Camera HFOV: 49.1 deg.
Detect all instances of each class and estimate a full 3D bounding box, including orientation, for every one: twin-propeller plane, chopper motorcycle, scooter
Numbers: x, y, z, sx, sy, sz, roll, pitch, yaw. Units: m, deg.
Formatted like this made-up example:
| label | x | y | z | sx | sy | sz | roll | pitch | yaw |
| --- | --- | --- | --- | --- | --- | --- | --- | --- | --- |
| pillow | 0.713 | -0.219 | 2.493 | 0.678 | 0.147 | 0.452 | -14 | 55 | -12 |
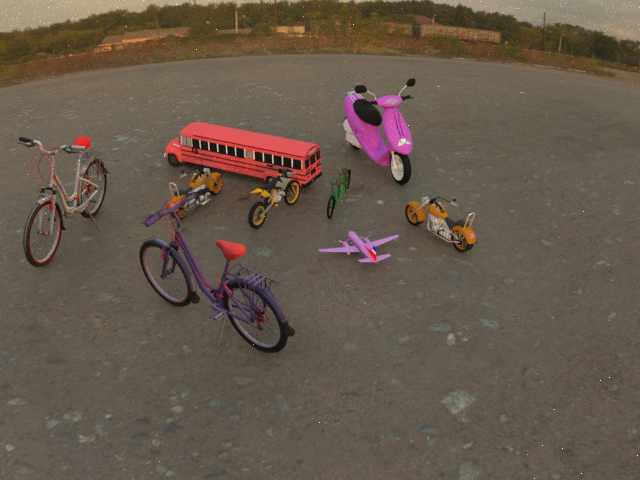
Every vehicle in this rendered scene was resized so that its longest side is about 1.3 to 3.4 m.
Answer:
| label | x | y | z | sx | sy | sz | roll | pitch | yaw |
| --- | --- | --- | --- | --- | --- | --- | --- | --- | --- |
| twin-propeller plane | 0.655 | 0.064 | 10.944 | 1.370 | 0.407 | 1.095 | -10 | 31 | -18 |
| chopper motorcycle | 1.938 | -0.369 | 11.354 | 0.466 | 0.761 | 1.563 | -18 | 34 | -29 |
| chopper motorcycle | -2.178 | -0.932 | 12.361 | 0.466 | 0.761 | 1.563 | 12 | 31 | 20 |
| scooter | 1.116 | -2.327 | 13.804 | 1.288 | 1.786 | 2.721 | -12 | 31 | -20 |

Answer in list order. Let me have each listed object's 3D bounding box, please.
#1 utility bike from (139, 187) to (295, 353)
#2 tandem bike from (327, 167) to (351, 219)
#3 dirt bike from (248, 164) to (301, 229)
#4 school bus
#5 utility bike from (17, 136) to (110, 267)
| label | x | y | z | sx | sy | sz | roll | pitch | yaw |
| --- | --- | --- | --- | --- | --- | --- | --- | --- | --- |
| utility bike | -1.477 | 0.422 | 8.838 | 2.791 | 1.839 | 1.039 | 21 | 35 | 32 |
| tandem bike | 0.353 | -0.972 | 12.514 | 0.283 | 0.682 | 1.642 | 8 | 30 | 14 |
| dirt bike | -0.776 | -0.801 | 12.029 | 0.527 | 0.857 | 1.493 | 17 | 34 | 28 |
| school bus | -1.584 | -1.681 | 13.615 | 3.322 | 0.844 | 0.709 | 14 | 32 | 23 |
| utility bike | -3.927 | -0.857 | 11.123 | 1.039 | 1.839 | 2.791 | 5 | 30 | 8 |
